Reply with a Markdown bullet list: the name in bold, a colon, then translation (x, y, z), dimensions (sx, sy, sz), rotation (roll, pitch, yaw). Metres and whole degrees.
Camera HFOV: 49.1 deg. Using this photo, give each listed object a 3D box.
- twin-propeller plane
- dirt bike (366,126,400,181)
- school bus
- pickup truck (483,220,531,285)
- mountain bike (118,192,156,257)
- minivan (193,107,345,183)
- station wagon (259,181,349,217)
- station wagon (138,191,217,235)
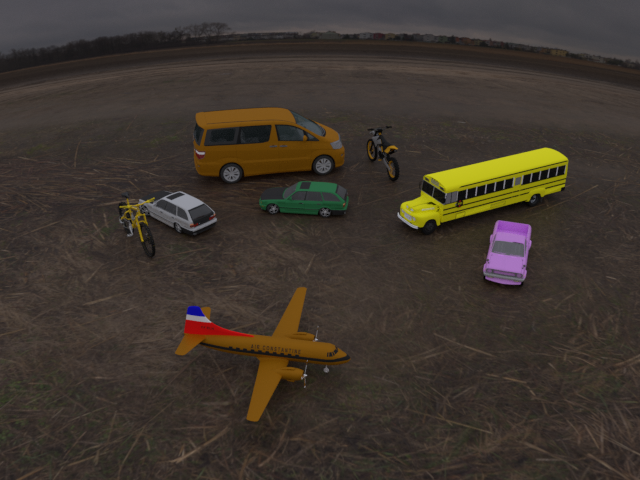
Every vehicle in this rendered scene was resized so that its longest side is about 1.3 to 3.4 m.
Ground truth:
- **twin-propeller plane**: translation (-0.671, 1.235, 8.646), dimensions (2.129, 0.792, 2.663), rotation (5, 30, 9)
- **dirt bike**: translation (1.242, -1.788, 13.964), dimensions (0.527, 0.857, 1.493), rotation (-10, 31, -17)
- **school bus**: translation (2.906, -0.906, 12.406), dimensions (3.322, 0.844, 0.709), rotation (-14, 32, -24)
- **pickup truck**: translation (2.943, 0.131, 10.899), dimensions (0.640, 0.511, 1.603), rotation (9, 31, 16)
- **mountain bike**: translation (-2.998, -0.318, 11.335), dimensions (0.573, 0.868, 1.469), rotation (-18, 34, -29)
- **minivan**: translation (-1.004, -1.966, 13.934), dimensions (3.011, 1.197, 1.324), rotation (-6, 30, -11)
- **station wagon**: translation (-0.293, -0.771, 12.544), dimensions (1.597, 0.473, 0.682), rotation (3, 29, 6)
- **station wagon**: translation (-2.513, -0.568, 12.183), dimensions (1.597, 0.473, 0.682), rotation (24, 37, 36)
